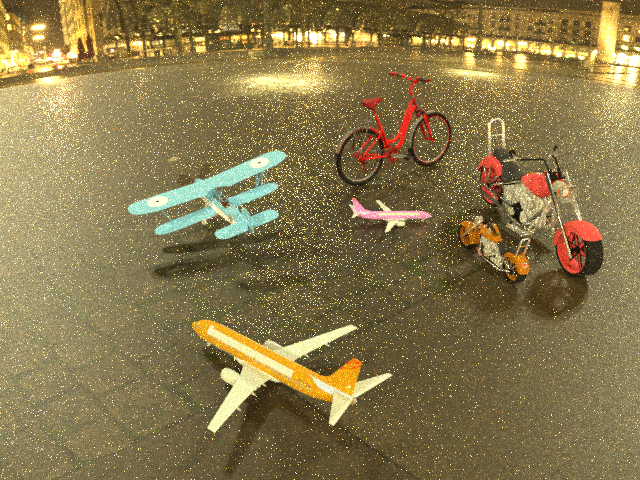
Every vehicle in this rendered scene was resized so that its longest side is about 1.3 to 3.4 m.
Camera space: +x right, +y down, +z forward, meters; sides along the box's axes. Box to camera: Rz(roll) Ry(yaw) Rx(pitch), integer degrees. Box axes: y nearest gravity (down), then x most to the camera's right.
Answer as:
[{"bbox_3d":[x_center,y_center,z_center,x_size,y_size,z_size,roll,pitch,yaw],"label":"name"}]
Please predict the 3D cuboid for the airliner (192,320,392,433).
[{"bbox_3d":[-0.543,1.167,7.531,2.541,0.835,2.257,21,34,35],"label":"airliner"}]

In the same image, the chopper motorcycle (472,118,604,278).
[{"bbox_3d":[3.213,-0.700,10.412,0.906,1.480,3.040,-8,29,-15],"label":"chopper motorcycle"}]

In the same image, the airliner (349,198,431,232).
[{"bbox_3d":[1.131,-0.479,11.125,1.307,0.429,1.161,-1,28,-2],"label":"airliner"}]

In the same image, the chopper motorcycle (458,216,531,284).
[{"bbox_3d":[2.419,0.013,9.823,0.466,0.761,1.563,-10,29,-19],"label":"chopper motorcycle"}]

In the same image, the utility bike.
[{"bbox_3d":[1.291,-2.056,12.622,2.791,1.839,1.039,-17,32,-30],"label":"utility bike"}]

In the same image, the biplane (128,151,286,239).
[{"bbox_3d":[-1.518,-0.527,10.621,2.598,0.981,2.120,-16,31,-28],"label":"biplane"}]
